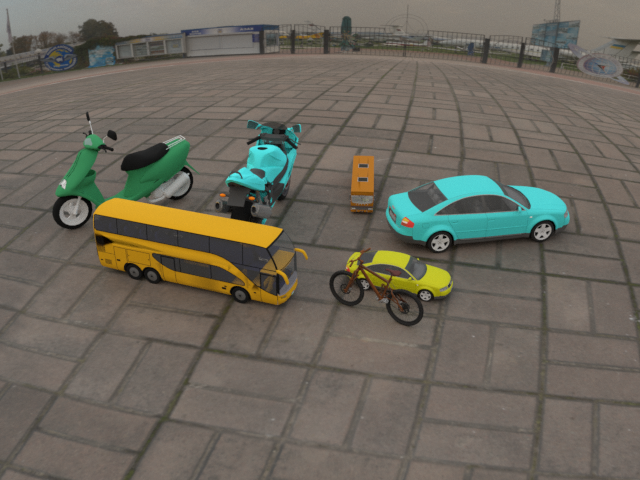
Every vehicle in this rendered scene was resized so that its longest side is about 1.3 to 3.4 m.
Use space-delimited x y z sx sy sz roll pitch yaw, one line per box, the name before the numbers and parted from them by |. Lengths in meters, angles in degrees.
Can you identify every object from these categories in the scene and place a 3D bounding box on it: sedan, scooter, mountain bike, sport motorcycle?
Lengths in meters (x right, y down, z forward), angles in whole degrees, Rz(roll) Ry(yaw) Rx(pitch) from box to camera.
sedan | 2.682 -0.551 11.778 3.137 0.940 1.235 -6 30 -10
sedan | 1.173 0.476 10.421 1.613 0.483 0.635 10 31 17
scooter | -3.403 -1.286 12.219 2.721 1.786 1.288 -20 35 -31
mountain bike | 0.768 0.668 9.688 1.469 0.868 0.573 17 34 27
sport motorcycle | -0.968 -0.980 11.870 0.983 1.596 2.955 7 30 12

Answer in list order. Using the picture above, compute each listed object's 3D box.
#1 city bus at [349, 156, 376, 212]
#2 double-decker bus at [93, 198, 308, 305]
city bus | 0.803 -1.055 13.160 0.476 0.460 1.674 2 29 3
double-decker bus | -1.824 0.165 10.394 3.251 1.052 0.756 11 31 18
